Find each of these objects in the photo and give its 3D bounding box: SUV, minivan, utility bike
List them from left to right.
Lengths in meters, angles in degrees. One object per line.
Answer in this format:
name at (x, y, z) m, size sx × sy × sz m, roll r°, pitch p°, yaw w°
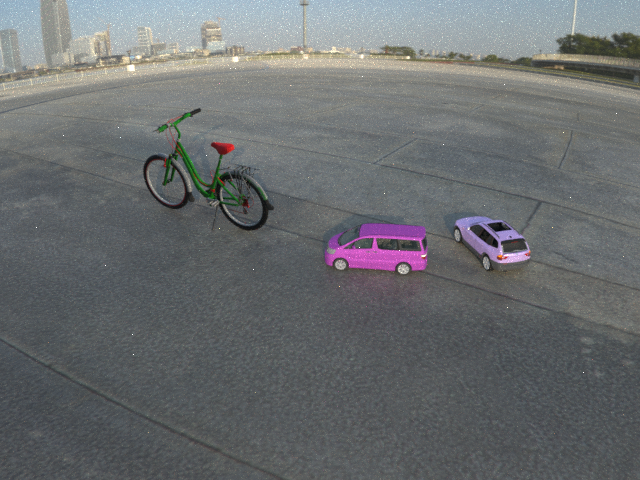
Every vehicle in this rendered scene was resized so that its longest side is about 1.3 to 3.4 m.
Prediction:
utility bike at (-1.996, -1.117, 11.601) m, size 2.791 × 1.839 × 1.039 m, roll 15°, pitch 31°, yaw 27°
minivan at (0.846, 0.098, 10.562) m, size 1.548 × 0.616 × 0.681 m, roll 4°, pitch 27°, yaw 7°
SUV at (2.656, -0.037, 10.867) m, size 0.656 × 0.580 × 1.572 m, roll -8°, pitch 28°, yaw -14°
